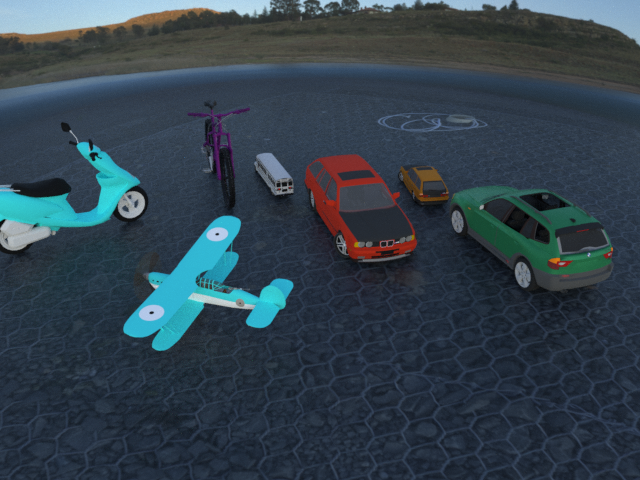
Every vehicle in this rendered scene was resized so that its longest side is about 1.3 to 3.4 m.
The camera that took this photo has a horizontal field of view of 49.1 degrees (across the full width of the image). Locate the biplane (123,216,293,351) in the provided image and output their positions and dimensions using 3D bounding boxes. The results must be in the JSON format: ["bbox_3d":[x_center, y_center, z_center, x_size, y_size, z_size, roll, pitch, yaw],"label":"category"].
[{"bbox_3d":[-1.439,0.698,9.199,2.120,0.981,2.598,10,29,18],"label":"biplane"}]

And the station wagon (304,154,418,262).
[{"bbox_3d":[0.625,-0.663,11.907,1.327,0.920,3.105,-7,28,-14],"label":"station wagon"}]

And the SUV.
[{"bbox_3d":[3.192,-0.255,10.888,1.276,1.128,3.058,-9,29,-17],"label":"SUV"}]

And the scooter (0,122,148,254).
[{"bbox_3d":[-4.102,-0.843,11.310,2.721,1.786,1.288,-19,33,-33],"label":"scooter"}]

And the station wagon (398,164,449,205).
[{"bbox_3d":[1.966,-1.158,13.355,0.682,0.473,1.597,-4,27,-7],"label":"station wagon"}]

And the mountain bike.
[{"bbox_3d":[-1.934,-1.769,13.216,1.114,1.688,2.857,-8,28,-15],"label":"mountain bike"}]

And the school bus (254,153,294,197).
[{"bbox_3d":[-0.932,-1.307,13.687,0.365,0.434,1.708,-9,29,-17],"label":"school bus"}]
